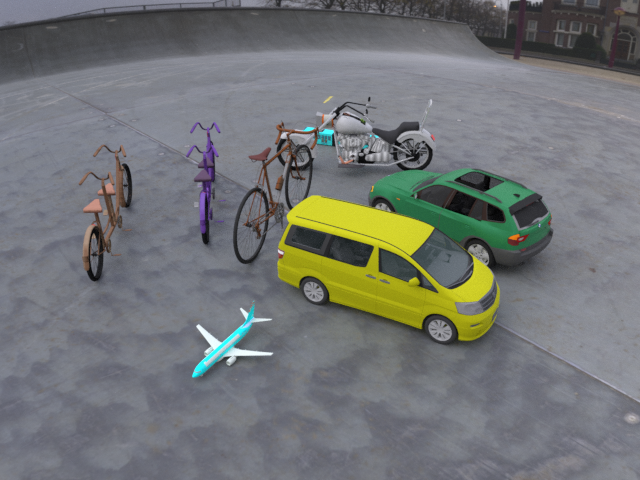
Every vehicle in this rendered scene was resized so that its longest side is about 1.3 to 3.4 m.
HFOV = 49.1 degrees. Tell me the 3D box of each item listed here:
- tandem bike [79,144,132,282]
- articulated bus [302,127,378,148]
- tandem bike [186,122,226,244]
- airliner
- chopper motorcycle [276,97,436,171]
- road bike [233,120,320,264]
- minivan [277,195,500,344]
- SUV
[{"bbox_3d":[-3.309,-0.584,10.930,0.550,1.326,3.192,-1,29,-3],"label":"tandem bike"},{"bbox_3d":[0.454,-2.122,14.739,1.749,0.289,0.311,10,31,17],"label":"articulated bus"},{"bbox_3d":[-1.917,-1.108,11.866,0.550,1.326,3.192,-3,29,-4],"label":"tandem bike"},{"bbox_3d":[-1.156,1.224,8.618,1.161,0.429,1.307,16,33,26],"label":"airliner"},{"bbox_3d":[0.683,-1.993,13.288,3.040,1.480,0.906,3,29,5],"label":"chopper motorcycle"},{"bbox_3d":[-0.683,-0.848,11.064,0.696,1.656,3.004,11,31,18],"label":"road bike"},{"bbox_3d":[0.920,0.329,9.432,3.011,1.197,1.324,15,33,25],"label":"minivan"},{"bbox_3d":[2.157,-0.558,11.086,1.276,1.128,3.058,-25,38,-37],"label":"SUV"}]
